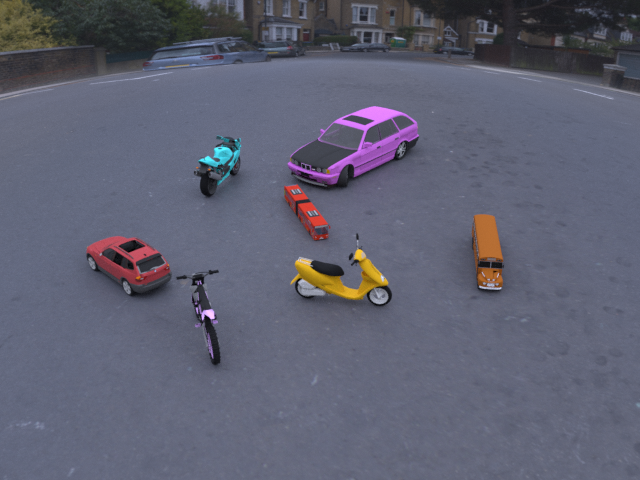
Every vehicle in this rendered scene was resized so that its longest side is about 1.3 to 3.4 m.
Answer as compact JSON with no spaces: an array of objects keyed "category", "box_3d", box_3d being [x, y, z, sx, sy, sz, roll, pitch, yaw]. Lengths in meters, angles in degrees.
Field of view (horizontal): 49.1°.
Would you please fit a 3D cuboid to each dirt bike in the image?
[{"category":"dirt bike","box_3d":[-1.457,0.862,8.716,0.527,0.857,1.493,-9,29,-17]}]

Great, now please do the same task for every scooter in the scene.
[{"category":"scooter","box_3d":[0.287,0.440,9.446,1.399,0.919,0.662,5,28,10]}]

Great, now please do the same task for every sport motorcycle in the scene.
[{"category":"sport motorcycle","box_3d":[-1.850,-1.404,13.027,0.506,0.821,1.520,9,29,17]}]

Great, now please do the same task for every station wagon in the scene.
[{"category":"station wagon","box_3d":[0.706,-1.945,13.942,1.327,0.920,3.105,21,35,35]}]

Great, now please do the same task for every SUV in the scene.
[{"category":"SUV","box_3d":[-2.792,0.265,10.137,0.656,0.580,1.572,-25,37,-39]}]

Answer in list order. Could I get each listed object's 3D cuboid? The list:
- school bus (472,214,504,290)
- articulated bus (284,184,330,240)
[{"category":"school bus","box_3d":[2.498,0.171,10.470,0.365,0.434,1.708,4,28,7]},{"category":"articulated bus","box_3d":[-0.253,-0.497,11.885,0.311,0.289,1.749,-9,29,-17]}]
